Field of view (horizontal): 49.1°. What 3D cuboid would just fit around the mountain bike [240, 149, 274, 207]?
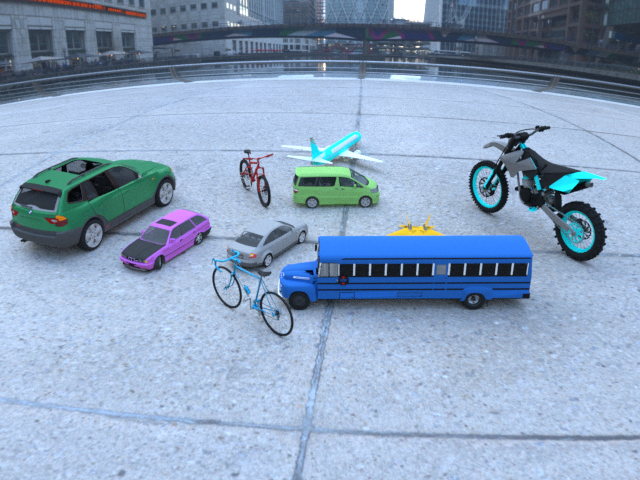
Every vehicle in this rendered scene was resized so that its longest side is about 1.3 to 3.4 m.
[{"bbox_3d":[-1.187,-1.179,12.584,0.573,0.868,1.469,-12,28,-23],"label":"mountain bike"}]

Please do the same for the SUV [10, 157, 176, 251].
[{"bbox_3d":[-3.650,-0.820,11.552,1.276,1.128,3.058,11,28,22],"label":"SUV"}]

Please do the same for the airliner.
[{"bbox_3d":[0.343,-2.035,14.377,2.257,0.835,2.541,12,28,23],"label":"airliner"}]

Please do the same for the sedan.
[{"bbox_3d":[-0.775,-0.059,10.728,0.635,0.483,1.613,15,30,29],"label":"sedan"}]

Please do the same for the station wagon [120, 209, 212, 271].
[{"bbox_3d":[-2.354,-0.046,10.713,0.682,0.473,1.597,13,29,25],"label":"station wagon"}]

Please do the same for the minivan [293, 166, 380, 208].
[{"bbox_3d":[0.287,-0.961,12.426,1.548,0.616,0.681,-1,26,-2],"label":"minivan"}]

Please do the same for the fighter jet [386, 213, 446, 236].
[{"bbox_3d":[1.543,-0.024,10.883,1.147,0.286,1.358,2,26,4],"label":"fighter jet"}]

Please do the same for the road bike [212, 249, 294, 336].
[{"bbox_3d":[-0.881,0.651,8.854,1.545,0.852,0.358,23,34,38],"label":"road bike"}]

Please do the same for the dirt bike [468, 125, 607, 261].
[{"bbox_3d":[3.349,-0.853,11.007,1.024,1.666,2.903,-14,29,-26],"label":"dirt bike"}]

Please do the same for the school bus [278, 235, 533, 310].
[{"bbox_3d":[1.094,0.406,9.365,3.322,0.844,0.709,0,26,0],"label":"school bus"}]
